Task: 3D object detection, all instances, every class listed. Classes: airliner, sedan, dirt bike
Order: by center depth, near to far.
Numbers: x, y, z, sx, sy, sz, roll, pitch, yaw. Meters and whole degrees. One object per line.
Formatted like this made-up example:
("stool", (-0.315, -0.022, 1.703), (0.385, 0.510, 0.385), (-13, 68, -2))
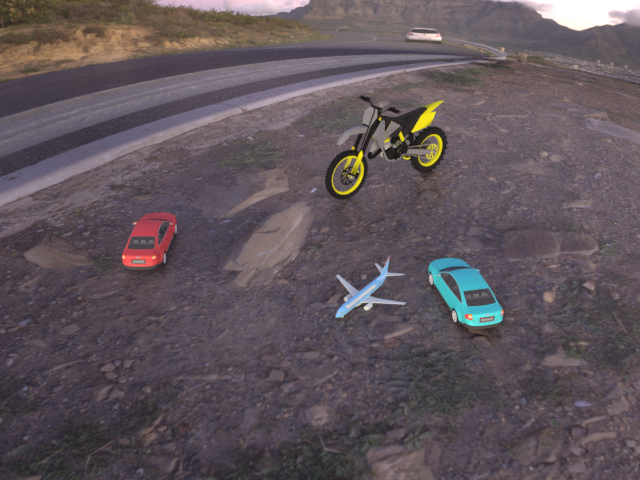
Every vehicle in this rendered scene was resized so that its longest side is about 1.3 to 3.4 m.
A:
("sedan", (1.983, 0.646, 9.665), (0.635, 0.483, 1.613), (-6, 30, -11))
("airliner", (0.614, 0.662, 9.690), (1.161, 0.429, 1.307), (21, 36, 32))
("sedan", (-2.639, -0.070, 10.912), (0.635, 0.483, 1.613), (0, 30, 1))
("dirt bike", (1.282, -1.754, 12.660), (2.903, 1.666, 1.024), (-20, 36, -31))
